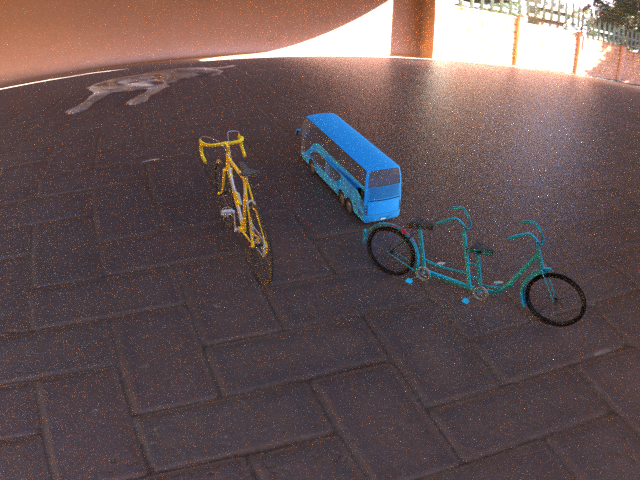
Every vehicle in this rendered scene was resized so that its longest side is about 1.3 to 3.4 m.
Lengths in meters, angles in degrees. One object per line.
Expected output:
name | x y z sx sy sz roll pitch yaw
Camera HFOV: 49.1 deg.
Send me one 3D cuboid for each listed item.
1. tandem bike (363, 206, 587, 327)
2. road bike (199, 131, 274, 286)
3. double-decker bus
tandem bike | 1.977 0.214 9.364 3.192 1.326 0.550 17 33 28
road bike | -1.196 -0.564 10.425 0.696 1.656 3.004 -11 31 -19
double-decker bus | 0.452 -1.395 12.542 0.756 1.052 3.251 -11 31 -18
